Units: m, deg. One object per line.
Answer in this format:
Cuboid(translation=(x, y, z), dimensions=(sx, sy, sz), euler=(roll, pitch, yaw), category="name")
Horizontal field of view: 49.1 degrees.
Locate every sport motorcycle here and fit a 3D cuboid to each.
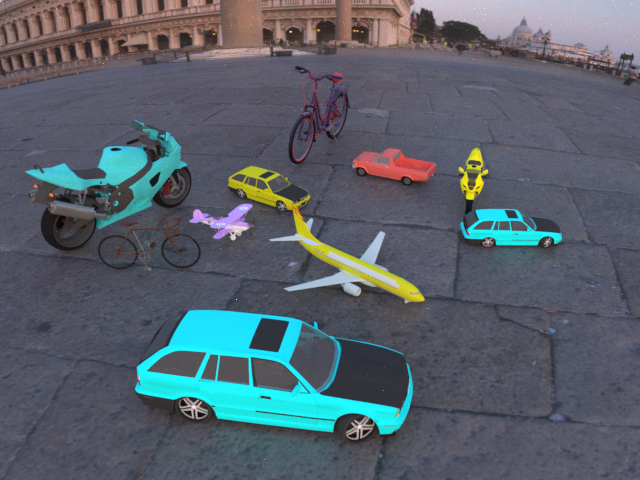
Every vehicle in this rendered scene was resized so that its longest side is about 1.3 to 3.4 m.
Cuboid(translation=(2.743, -1.060, 12.608), dimensions=(0.506, 0.821, 1.520), euler=(7, 30, 12), category="sport motorcycle")
Cuboid(translation=(-3.339, -0.926, 11.569), dimensions=(0.983, 1.596, 2.955), euler=(23, 36, 35), category="sport motorcycle")

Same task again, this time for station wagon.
Cuboid(translation=(-0.934, -0.970, 12.804), dimensions=(1.597, 0.473, 0.682), euler=(19, 34, 31), category="station wagon")
Cuboid(translation=(3.135, -0.218, 11.449), dimensions=(1.597, 0.473, 0.682), euler=(0, 29, 1), category="station wagon")
Cuboid(translation=(-0.493, 1.446, 7.993), dimensions=(3.105, 0.920, 1.327), euler=(5, 29, 9), category="station wagon")

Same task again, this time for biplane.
Cuboid(translation=(-1.590, -0.298, 11.562), dimensions=(1.090, 0.504, 1.336), euler=(9, 30, 15), category="biplane")

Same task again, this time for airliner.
Cuboid(translation=(0.486, 0.217, 10.294), dimensions=(2.541, 0.835, 2.257), euler=(23, 36, 35), category="airliner")

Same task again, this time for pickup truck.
Cuboid(translation=(1.444, -1.474, 13.673), dimensions=(1.603, 0.511, 0.640), euler=(14, 32, 23), category="pickup truck")

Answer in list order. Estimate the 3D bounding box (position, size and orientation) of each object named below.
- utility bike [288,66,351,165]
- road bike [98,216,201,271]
Cuboid(translation=(0.124, -2.730, 14.565), dimensions=(1.039, 1.839, 2.791), euler=(14, 32, 23), category="utility bike")
Cuboid(translation=(-2.583, 0.068, 10.545), dimensions=(1.545, 0.852, 0.358), euler=(-1, 29, -2), category="road bike")
